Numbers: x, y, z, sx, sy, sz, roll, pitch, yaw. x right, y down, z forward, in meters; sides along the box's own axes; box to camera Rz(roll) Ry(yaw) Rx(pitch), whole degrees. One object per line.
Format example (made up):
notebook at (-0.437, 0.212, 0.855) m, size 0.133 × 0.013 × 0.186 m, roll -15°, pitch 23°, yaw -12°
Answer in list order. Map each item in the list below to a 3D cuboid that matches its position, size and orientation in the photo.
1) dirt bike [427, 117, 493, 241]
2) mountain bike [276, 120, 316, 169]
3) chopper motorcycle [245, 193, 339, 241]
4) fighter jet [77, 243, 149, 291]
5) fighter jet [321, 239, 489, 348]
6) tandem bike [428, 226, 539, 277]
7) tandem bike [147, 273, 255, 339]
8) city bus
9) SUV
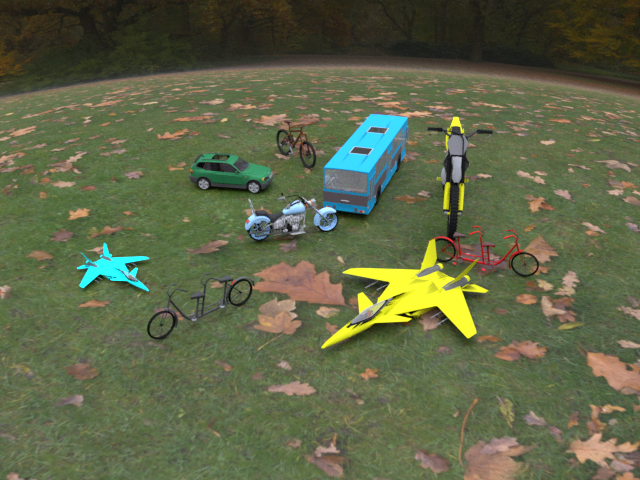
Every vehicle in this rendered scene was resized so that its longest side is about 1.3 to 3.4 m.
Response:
dirt bike at (2.280, -1.186, 11.815) m, size 1.024 × 1.666 × 2.903 m, roll 4°, pitch 27°, yaw 8°
mountain bike at (-0.505, -2.020, 14.321) m, size 0.573 × 0.868 × 1.469 m, roll -17°, pitch 32°, yaw -30°
chopper motorcycle at (-0.444, -0.404, 11.280) m, size 1.563 × 0.761 × 0.466 m, roll -10°, pitch 29°, yaw -18°
fighter jet at (-2.915, 0.433, 10.165) m, size 1.358 × 0.286 × 1.147 m, roll 22°, pitch 34°, yaw 36°
fighter jet at (0.991, 0.755, 9.238) m, size 2.640 × 0.557 × 2.229 m, roll -23°, pitch 35°, yaw -37°
tandem bike at (2.402, 0.127, 10.328) m, size 1.642 × 0.682 × 0.283 m, roll 10°, pitch 29°, yaw 19°
tandem bike at (-1.520, 0.760, 9.091) m, size 1.642 × 0.682 × 0.283 m, roll -22°, pitch 34°, yaw -36°
city bus at (0.930, -1.464, 13.205) m, size 0.926 × 0.894 × 3.255 m, roll 8°, pitch 28°, yaw 16°
SUV at (-1.674, -1.292, 13.213) m, size 1.572 × 0.580 × 0.656 m, roll 4°, pitch 27°, yaw 9°
